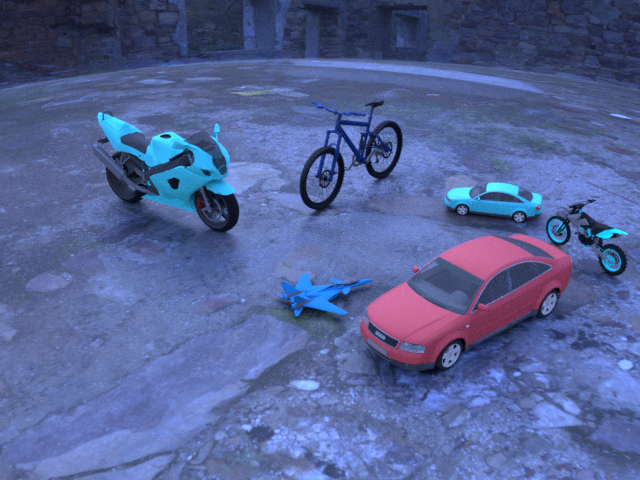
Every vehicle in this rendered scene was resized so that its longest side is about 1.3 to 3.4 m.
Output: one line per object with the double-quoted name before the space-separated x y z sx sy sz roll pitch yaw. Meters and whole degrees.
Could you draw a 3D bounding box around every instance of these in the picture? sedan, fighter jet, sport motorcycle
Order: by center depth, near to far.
"sedan" 1.889 0.616 8.772 3.137 0.940 1.235 -20 34 -33
"fighter jet" 0.149 0.627 9.450 1.358 0.286 1.147 -14 31 -25
"sport motorcycle" -2.498 -1.137 11.387 2.955 1.596 0.983 18 33 30
"sedan" 2.906 -0.687 11.726 1.613 0.483 0.635 8 29 15

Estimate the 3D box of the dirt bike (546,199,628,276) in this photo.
"dirt bike" 3.885 -0.101 10.217 0.527 0.857 1.493 -15 31 -25

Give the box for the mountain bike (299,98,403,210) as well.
"mountain bike" 0.611 -1.617 12.197 1.114 1.688 2.857 22 35 35
